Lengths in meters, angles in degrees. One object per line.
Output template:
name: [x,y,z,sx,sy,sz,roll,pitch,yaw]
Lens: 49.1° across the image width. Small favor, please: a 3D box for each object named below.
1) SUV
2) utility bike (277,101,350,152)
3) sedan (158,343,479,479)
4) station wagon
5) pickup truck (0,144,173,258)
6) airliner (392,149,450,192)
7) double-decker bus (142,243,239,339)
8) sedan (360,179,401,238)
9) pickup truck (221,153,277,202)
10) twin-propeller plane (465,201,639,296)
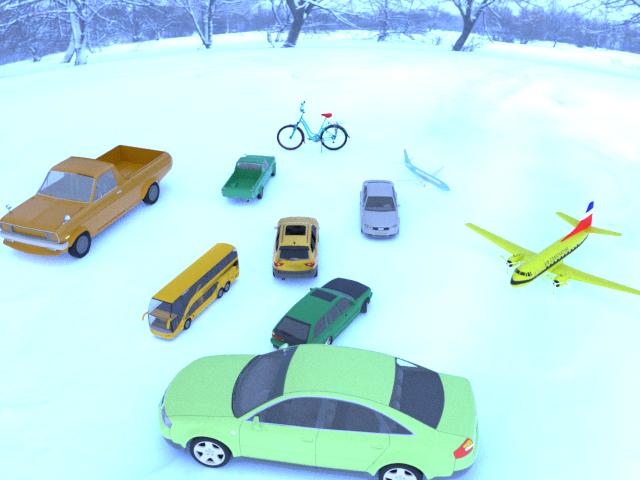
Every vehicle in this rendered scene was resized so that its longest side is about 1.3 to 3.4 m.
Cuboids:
SUV: [-0.333,0.015,9.965,0.656,0.580,1.572,0,29,1]
utility bike: [-0.127,-2.139,13.461,1.435,0.946,0.535,0,29,0]
sedan: [-0.041,1.577,6.788,3.137,0.940,1.235,5,29,9]
station wagon: [0.063,0.854,8.567,0.682,0.473,1.597,17,33,28]
pickup truck: [-3.566,-0.790,10.987,1.244,0.993,3.117,10,31,18]
airliner: [1.859,-1.215,12.329,1.161,0.429,1.307,-17,34,-28]
double-decker bus: [-1.588,0.633,8.895,0.389,0.541,1.672,13,32,22]
sedan: [0.942,-0.563,11.103,0.635,0.483,1.613,1,29,2]
pickup truck: [-1.208,-1.137,12.107,0.640,0.511,1.603,5,29,9]
twin-propeller plane: [3.223,0.101,9.592,2.129,0.792,2.663,-26,38,-38]
